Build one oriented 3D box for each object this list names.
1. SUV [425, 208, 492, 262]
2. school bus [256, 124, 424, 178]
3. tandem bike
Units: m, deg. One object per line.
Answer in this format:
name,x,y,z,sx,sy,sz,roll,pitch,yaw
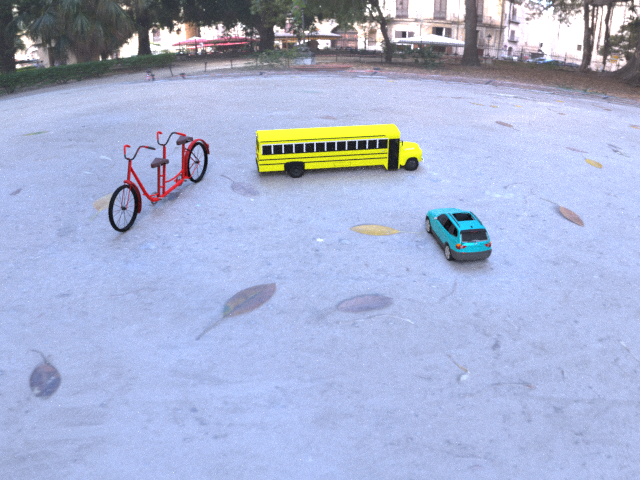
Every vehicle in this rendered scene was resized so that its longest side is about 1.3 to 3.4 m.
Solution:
SUV,2.127,-0.183,10.807,0.656,0.580,1.572,-4,26,-9
school bus,0.407,-1.780,13.767,3.322,0.844,0.709,-4,26,-9
tandem bike,-2.716,-1.245,12.127,0.550,1.326,3.192,9,28,18
